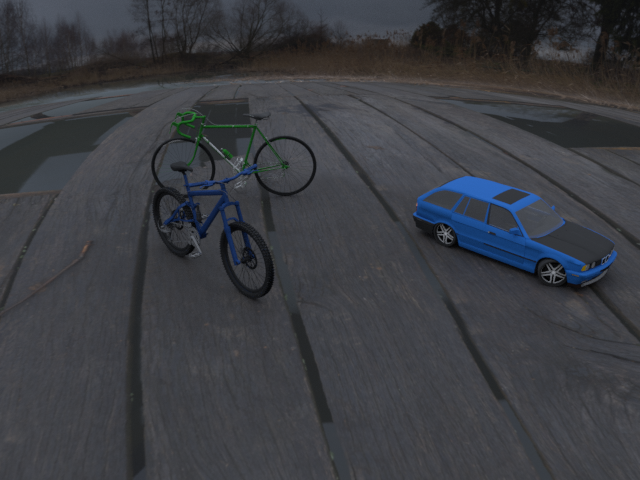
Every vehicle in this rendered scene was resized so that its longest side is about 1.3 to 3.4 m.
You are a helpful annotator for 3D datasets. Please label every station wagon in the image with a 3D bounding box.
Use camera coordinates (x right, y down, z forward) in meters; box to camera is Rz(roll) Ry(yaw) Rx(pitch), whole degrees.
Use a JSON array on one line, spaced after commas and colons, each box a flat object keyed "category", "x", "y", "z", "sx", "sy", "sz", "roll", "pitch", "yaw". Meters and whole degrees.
[{"category": "station wagon", "x": 2.954, "y": -0.240, "z": 10.776, "sx": 1.327, "sy": 0.920, "sz": 3.105, "roll": -23, "pitch": 34, "yaw": -39}]

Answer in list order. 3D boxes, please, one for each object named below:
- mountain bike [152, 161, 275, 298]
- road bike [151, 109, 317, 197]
[{"category": "mountain bike", "x": -1.616, "y": -0.272, "z": 9.953, "sx": 1.114, "sy": 1.688, "sz": 2.857, "roll": -22, "pitch": 33, "yaw": -38}, {"category": "road bike", "x": -1.564, "y": -1.556, "z": 12.678, "sx": 3.004, "sy": 1.656, "sz": 0.696, "roll": -1, "pitch": 26, "yaw": -3}]
